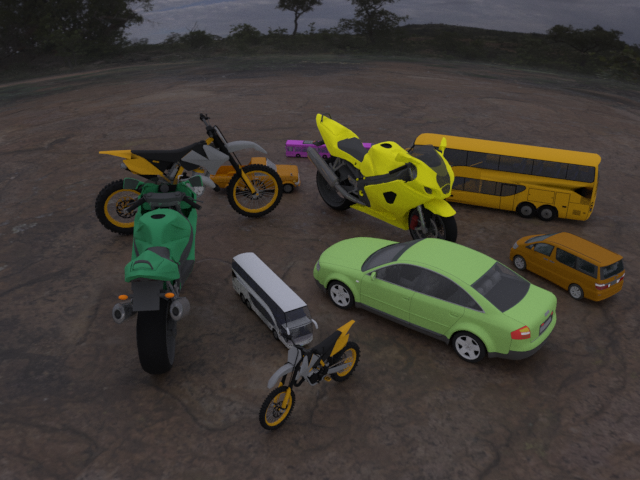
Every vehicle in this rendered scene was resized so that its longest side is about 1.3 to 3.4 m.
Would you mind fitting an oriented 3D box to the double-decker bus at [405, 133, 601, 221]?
[{"bbox_3d":[2.843,-1.061,11.525,3.251,1.052,0.756,10,30,19],"label":"double-decker bus"}]

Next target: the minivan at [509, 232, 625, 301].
[{"bbox_3d":[3.315,0.260,9.490,0.681,0.616,1.548,-18,33,-31],"label":"minivan"}]

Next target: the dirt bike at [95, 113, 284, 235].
[{"bbox_3d":[-1.983,-0.972,10.697,2.903,1.666,1.024,-8,29,-15],"label":"dirt bike"}]

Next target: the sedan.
[{"bbox_3d":[1.322,0.517,8.655,3.137,0.940,1.235,20,34,32],"label":"sedan"}]

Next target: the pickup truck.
[{"bbox_3d":[-1.145,-1.149,12.271,1.603,0.511,0.640,-2,28,-3],"label":"pickup truck"}]

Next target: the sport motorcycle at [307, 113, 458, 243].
[{"bbox_3d":[0.932,-0.890,10.617,0.983,1.596,2.955,-22,35,-35],"label":"sport motorcycle"}]

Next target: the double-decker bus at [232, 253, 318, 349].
[{"bbox_3d":[-0.610,0.738,8.663,0.389,0.541,1.672,-15,31,-26],"label":"double-decker bus"}]

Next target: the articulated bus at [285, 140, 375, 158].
[{"bbox_3d":[0.188,-1.760,13.664,1.749,0.289,0.311,3,28,6],"label":"articulated bus"}]

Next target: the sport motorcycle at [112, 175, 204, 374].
[{"bbox_3d":[-1.889,0.272,8.416,0.983,1.596,2.955,-2,28,-5],"label":"sport motorcycle"}]

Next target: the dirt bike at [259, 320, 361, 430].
[{"bbox_3d":[-0.071,1.331,7.201,0.527,0.857,1.493,23,36,37],"label":"dirt bike"}]
